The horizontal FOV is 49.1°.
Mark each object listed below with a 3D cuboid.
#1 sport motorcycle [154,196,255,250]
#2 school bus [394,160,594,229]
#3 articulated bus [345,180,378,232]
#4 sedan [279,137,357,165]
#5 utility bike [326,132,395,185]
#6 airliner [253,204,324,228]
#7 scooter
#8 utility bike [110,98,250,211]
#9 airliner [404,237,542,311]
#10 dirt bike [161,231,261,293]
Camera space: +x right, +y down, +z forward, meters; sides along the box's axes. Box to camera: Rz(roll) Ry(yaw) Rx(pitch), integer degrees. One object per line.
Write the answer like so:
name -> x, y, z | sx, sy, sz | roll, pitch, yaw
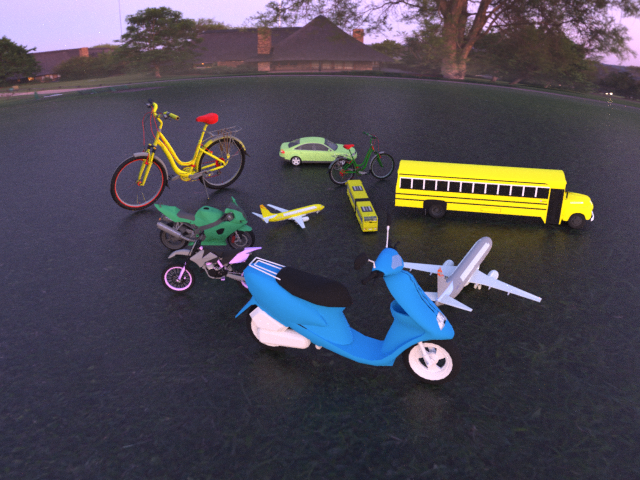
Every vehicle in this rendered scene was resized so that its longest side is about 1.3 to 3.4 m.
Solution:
sport motorcycle -> -1.763, -0.208, 10.786 | 1.520, 0.821, 0.506 | 1, 26, 2
school bus -> 2.970, -0.814, 11.992 | 3.322, 0.844, 0.709 | 5, 27, 10
articulated bus -> 0.725, -0.620, 12.228 | 0.311, 0.289, 1.749 | -3, 26, -6
sedan -> -0.036, -1.865, 14.541 | 1.613, 0.483, 0.635 | 0, 26, 1
utility bike -> 0.769, -1.570, 13.415 | 1.435, 0.946, 0.535 | -9, 28, -18
airliner -> -0.467, -0.532, 11.889 | 1.307, 0.429, 1.161 | -17, 31, -30
scooter -> 0.289, 0.670, 7.905 | 2.721, 1.786, 1.288 | 9, 28, 18
utility bike -> -2.377, -1.539, 12.341 | 2.791, 1.839, 1.039 | -19, 32, -33
airliner -> 2.033, 0.274, 9.789 | 2.257, 0.835, 2.541 | 13, 29, 25
dirt bike -> -1.445, 0.359, 9.590 | 1.493, 0.857, 0.527 | 0, 26, -1
